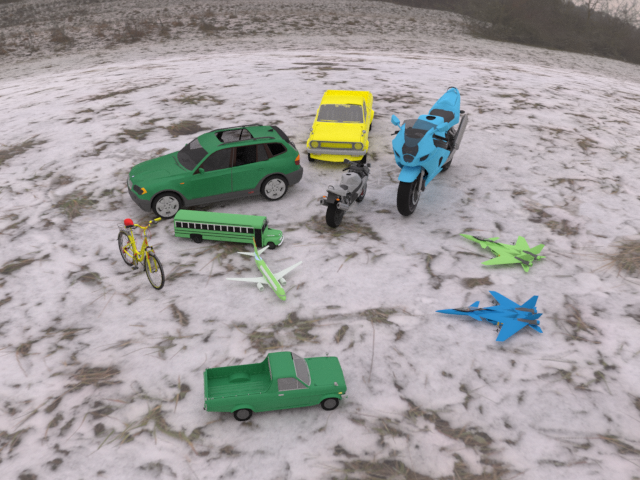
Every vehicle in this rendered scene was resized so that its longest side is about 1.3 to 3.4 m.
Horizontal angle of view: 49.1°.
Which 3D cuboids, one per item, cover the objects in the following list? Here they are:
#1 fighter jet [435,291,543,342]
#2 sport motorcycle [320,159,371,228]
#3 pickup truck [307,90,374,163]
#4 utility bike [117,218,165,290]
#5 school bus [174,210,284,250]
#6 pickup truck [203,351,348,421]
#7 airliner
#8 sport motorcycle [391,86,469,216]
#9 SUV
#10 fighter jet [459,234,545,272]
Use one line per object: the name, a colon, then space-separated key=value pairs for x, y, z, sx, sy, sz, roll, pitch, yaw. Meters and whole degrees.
fighter jet: x=2.204 y=0.915 z=9.188 sx=1.358 sy=0.286 sz=1.147 roll=4 pitch=29 yaw=6
sport motorcycle: x=0.461 y=-0.806 z=11.713 sx=0.506 sy=0.821 sz=1.520 roll=13 pitch=32 yaw=22
pickup truck: x=0.475 y=-2.532 z=14.617 sx=1.244 sy=0.993 sz=3.117 roll=3 pitch=29 yaw=6
utility bike: x=-2.556 y=0.077 z=10.009 sx=0.535 sy=0.946 sz=1.435 roll=-22 pitch=36 yaw=-34
school bus: x=-1.423 y=-0.174 z=10.981 sx=1.708 sy=0.434 sz=0.365 roll=5 pitch=30 yaw=9
pickup truck: x=-0.502 y=1.571 z=7.787 sx=1.603 sy=0.511 sz=0.640 roll=-5 pitch=30 yaw=-8
airliner: x=-0.736 y=0.416 z=9.932 sx=1.161 sy=0.429 sz=1.307 roll=-12 pitch=32 yaw=-21
sport motorcycle: x=1.932 y=-1.614 z=12.362 sx=0.983 sy=1.596 sz=2.955 roll=13 pitch=32 yaw=21
SUV: x=-1.826 y=-1.283 z=12.249 sx=3.058 sy=1.128 sz=1.276 roll=-11 pitch=31 yaw=-19
fighter jet: x=2.720 y=0.056 z=10.722 sx=1.358 sy=0.286 sz=1.147 roll=24 pitch=37 yaw=36
